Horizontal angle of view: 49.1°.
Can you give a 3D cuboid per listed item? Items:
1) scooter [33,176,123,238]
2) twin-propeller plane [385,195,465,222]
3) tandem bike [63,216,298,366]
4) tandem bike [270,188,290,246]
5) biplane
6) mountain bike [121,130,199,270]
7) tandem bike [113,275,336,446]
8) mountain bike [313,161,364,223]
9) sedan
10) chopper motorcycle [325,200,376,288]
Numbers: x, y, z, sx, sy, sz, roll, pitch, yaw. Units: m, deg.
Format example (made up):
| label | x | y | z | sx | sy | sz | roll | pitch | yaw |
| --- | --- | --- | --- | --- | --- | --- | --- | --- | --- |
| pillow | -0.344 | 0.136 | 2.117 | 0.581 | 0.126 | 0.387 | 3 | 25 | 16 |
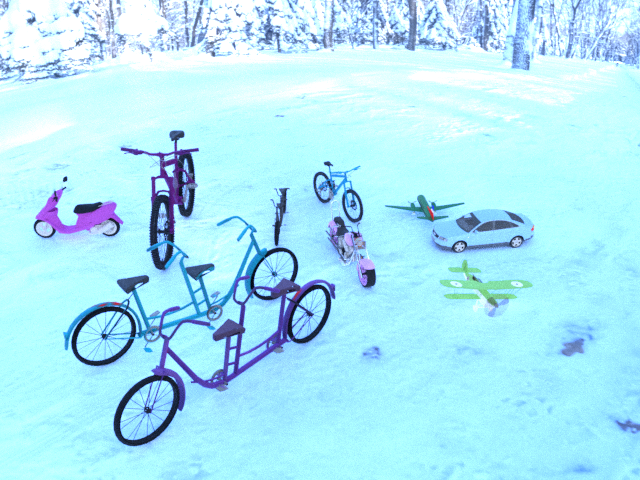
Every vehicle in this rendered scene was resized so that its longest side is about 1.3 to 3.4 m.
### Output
| label | x | y | z | sx | sy | sz | roll | pitch | yaw |
| --- | --- | --- | --- | --- | --- | --- | --- | --- | --- |
| scooter | -3.818 | -0.460 | 10.947 | 1.399 | 0.919 | 0.662 | -1 | 28 | -3 |
| twin-propeller plane | 1.781 | -0.580 | 11.729 | 1.370 | 0.407 | 1.095 | -2 | 28 | -4 |
| tandem bike | -1.581 | 0.553 | 8.571 | 3.192 | 1.326 | 0.550 | -19 | 33 | -32 |
| tandem bike | -0.634 | -0.512 | 11.302 | 0.283 | 0.682 | 1.642 | 1 | 28 | 3 |
| biplane | 2.134 | 0.620 | 9.328 | 1.336 | 0.504 | 1.090 | -7 | 28 | -13 |
| mountain bike | -2.258 | -0.789 | 10.746 | 1.114 | 1.688 | 2.857 | 1 | 28 | 1 |
| tandem bike | -0.893 | 1.046 | 7.628 | 0.550 | 1.326 | 3.192 | 23 | 35 | 37 |
| mountain bike | 0.288 | -0.876 | 11.796 | 0.573 | 0.868 | 1.469 | -16 | 32 | -28 |
| sedan | 2.531 | -0.187 | 10.895 | 1.613 | 0.483 | 0.635 | -5 | 28 | -9 |
| chopper motorcycle | 0.452 | 0.040 | 10.160 | 0.466 | 0.761 | 1.563 | -9 | 29 | -17 |
